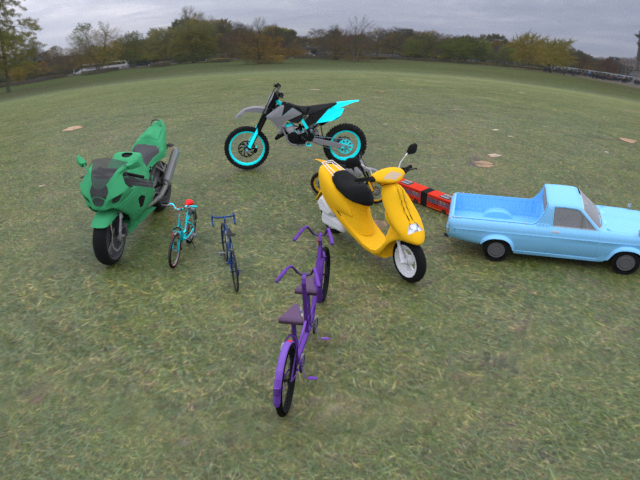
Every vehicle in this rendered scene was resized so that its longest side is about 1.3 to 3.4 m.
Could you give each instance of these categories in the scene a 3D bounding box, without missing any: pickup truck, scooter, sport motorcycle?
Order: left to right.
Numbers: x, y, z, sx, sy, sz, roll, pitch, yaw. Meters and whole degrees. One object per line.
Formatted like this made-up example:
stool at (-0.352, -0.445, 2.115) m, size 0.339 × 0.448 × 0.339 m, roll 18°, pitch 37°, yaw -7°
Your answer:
sport motorcycle at (-3.024, -0.843, 11.325) m, size 0.983 × 1.596 × 2.955 m, roll 4°, pitch 27°, yaw 7°
scooter at (0.730, -0.595, 10.616) m, size 1.288 × 1.786 × 2.721 m, roll -16°, pitch 31°, yaw -29°
pickup truck at (3.546, -0.289, 10.891) m, size 3.117 × 0.993 × 1.244 m, roll 6°, pitch 27°, yaw 12°

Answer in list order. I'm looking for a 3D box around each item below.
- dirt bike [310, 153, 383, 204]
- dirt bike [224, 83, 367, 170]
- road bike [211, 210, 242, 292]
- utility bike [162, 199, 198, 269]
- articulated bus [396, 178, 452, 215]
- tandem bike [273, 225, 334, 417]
dirt bike at (0.523, -1.134, 12.737) m, size 1.493 × 0.857 × 0.527 m, roll 10°, pitch 28°, yaw 19°
dirt bike at (-0.480, -2.225, 14.017) m, size 2.903 × 1.666 × 1.024 m, roll -3°, pitch 27°, yaw -6°
road bike at (-1.331, 0.123, 10.224) m, size 0.358 × 0.852 × 1.545 m, roll -7°, pitch 27°, yaw -14°
utility bike at (-2.069, -0.215, 10.795) m, size 0.535 × 0.946 × 1.435 m, roll 3°, pitch 27°, yaw 6°
articulated bus at (1.888, -0.808, 12.721) m, size 0.311 × 0.289 × 1.749 m, roll -22°, pitch 34°, yaw -37°
tandem bike at (-0.169, 0.765, 8.406) m, size 0.550 × 1.326 × 3.192 m, roll 5°, pitch 27°, yaw 9°
